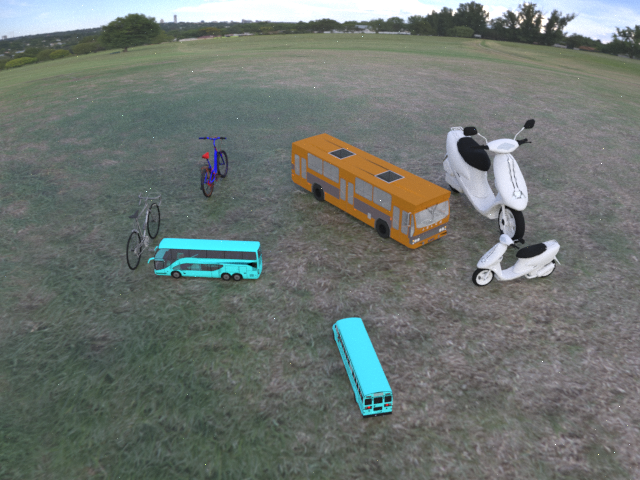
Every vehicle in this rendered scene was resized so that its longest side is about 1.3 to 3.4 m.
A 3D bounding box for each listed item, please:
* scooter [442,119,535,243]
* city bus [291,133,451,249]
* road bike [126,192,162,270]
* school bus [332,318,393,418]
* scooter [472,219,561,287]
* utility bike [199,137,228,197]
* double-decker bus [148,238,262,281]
[{"bbox_3d":[2.796,-1.249,11.898,1.288,1.786,2.721,-9,31,-15],"label":"scooter"},{"bbox_3d":[0.775,-0.895,12.177,0.926,0.894,3.255,-22,36,-32],"label":"city bus"},{"bbox_3d":[-2.776,-0.185,10.996,0.358,0.852,1.545,3,30,5],"label":"road bike"},{"bbox_3d":[0.483,1.462,8.575,0.365,0.434,1.708,-6,31,-10],"label":"school bus"},{"bbox_3d":[2.904,0.218,10.235,1.399,0.919,0.662,-7,31,-12],"label":"scooter"},{"bbox_3d":[-2.026,-1.423,13.036,0.535,0.946,1.435,6,31,10],"label":"utility bike"},{"bbox_3d":[-1.707,0.284,10.498,1.672,0.541,0.389,2,30,4],"label":"double-decker bus"}]
